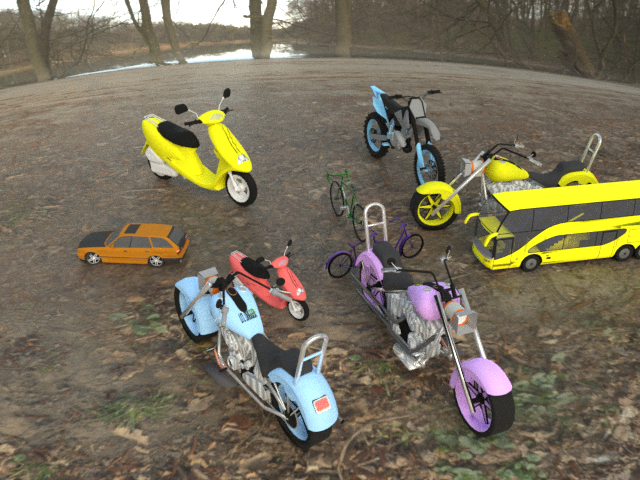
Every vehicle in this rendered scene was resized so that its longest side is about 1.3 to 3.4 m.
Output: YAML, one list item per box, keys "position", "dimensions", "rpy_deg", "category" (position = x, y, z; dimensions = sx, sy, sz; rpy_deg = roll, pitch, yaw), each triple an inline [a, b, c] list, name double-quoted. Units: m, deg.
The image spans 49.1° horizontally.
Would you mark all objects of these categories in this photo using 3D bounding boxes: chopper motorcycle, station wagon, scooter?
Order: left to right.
- position: [-2.767, 0.038, 10.314]
  dimensions: [1.597, 0.473, 0.682]
  rpy_deg: [2, 28, 3]
  category: "station wagon"
- position: [-2.163, -1.666, 12.101]
  dimensions: [2.721, 1.786, 1.288]
  rpy_deg: [19, 34, 31]
  category: "scooter"
- position: [-0.824, 0.972, 7.508]
  dimensions: [0.906, 1.480, 3.040]
  rpy_deg: [-19, 34, -31]
  category: "chopper motorcycle"
- position: [-0.689, 0.462, 9.052]
  dimensions: [1.399, 0.919, 0.662]
  rpy_deg: [21, 34, 33]
  category: "scooter"
- position: [1.192, 0.784, 7.859]
  dimensions: [0.906, 1.480, 3.040]
  rpy_deg: [-12, 30, -20]
  category: "chopper motorcycle"
- position: [2.951, -0.915, 11.026]
  dimensions: [3.040, 1.480, 0.906]
  rpy_deg: [-3, 28, -6]
  category: "chopper motorcycle"

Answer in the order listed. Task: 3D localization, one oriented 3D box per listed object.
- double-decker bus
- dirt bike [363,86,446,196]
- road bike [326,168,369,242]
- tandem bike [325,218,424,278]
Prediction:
- position: [3.770, -0.233, 10.207]
  dimensions: [3.251, 1.052, 0.756]
  rpy_deg: [-6, 29, -10]
  category: "double-decker bus"
- position: [1.518, -1.969, 12.792]
  dimensions: [1.024, 1.666, 2.903]
  rpy_deg: [-11, 30, -20]
  category: "dirt bike"
- position: [0.449, -0.580, 11.066]
  dimensions: [0.358, 0.852, 1.545]
  rpy_deg: [-10, 30, -18]
  category: "road bike"
- position: [0.803, 0.104, 9.969]
  dimensions: [1.642, 0.682, 0.283]
  rpy_deg: [-14, 31, -24]
  category: "tandem bike"
